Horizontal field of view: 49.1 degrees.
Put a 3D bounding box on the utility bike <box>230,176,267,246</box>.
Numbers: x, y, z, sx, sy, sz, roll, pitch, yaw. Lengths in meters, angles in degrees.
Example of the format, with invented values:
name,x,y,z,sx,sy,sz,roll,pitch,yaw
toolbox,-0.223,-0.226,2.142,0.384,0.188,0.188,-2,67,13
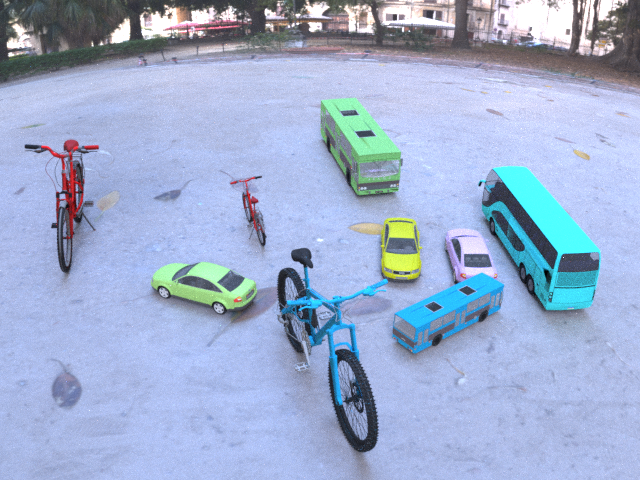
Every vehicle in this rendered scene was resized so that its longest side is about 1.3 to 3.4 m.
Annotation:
name,x,y,z,sx,sy,sz,roll,pitch,yaw
utility bike,-1.146,-0.517,11.464,0.535,0.946,1.435,-10,31,-16

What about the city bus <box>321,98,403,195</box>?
name,x,y,z,sx,sy,sz,roll,pitch,yaw
city bus,0.734,-1.910,14.010,0.926,0.894,3.255,-6,30,-11

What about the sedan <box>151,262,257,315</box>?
name,x,y,z,sx,sy,sz,roll,pitch,yaw
sedan,-1.672,0.596,9.947,1.613,0.483,0.635,13,32,21

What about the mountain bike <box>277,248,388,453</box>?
name,x,y,z,sx,sy,sz,roll,pitch,yaw
mountain bike,0.003,1.023,7.947,1.114,1.688,2.857,-11,31,-19

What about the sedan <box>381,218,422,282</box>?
name,x,y,z,sx,sy,sz,roll,pitch,yaw
sedan,1.255,0.083,10.865,0.635,0.483,1.613,2,29,4

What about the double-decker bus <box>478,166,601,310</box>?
name,x,y,z,sx,sy,sz,roll,pitch,yaw
double-decker bus,3.256,-0.166,10.727,0.756,1.052,3.251,-3,29,-5

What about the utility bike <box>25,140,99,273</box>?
name,x,y,z,sx,sy,sz,roll,pitch,yaw
utility bike,-3.877,-0.802,11.058,1.039,1.839,2.791,-5,30,-9

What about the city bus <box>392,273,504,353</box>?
name,x,y,z,sx,sy,sz,roll,pitch,yaw
city bus,1.724,0.967,9.307,1.674,0.460,0.476,-20,35,-32

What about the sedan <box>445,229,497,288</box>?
name,x,y,z,sx,sy,sz,roll,pitch,yaw
sedan,2.288,0.195,10.665,0.635,0.483,1.613,0,29,1
